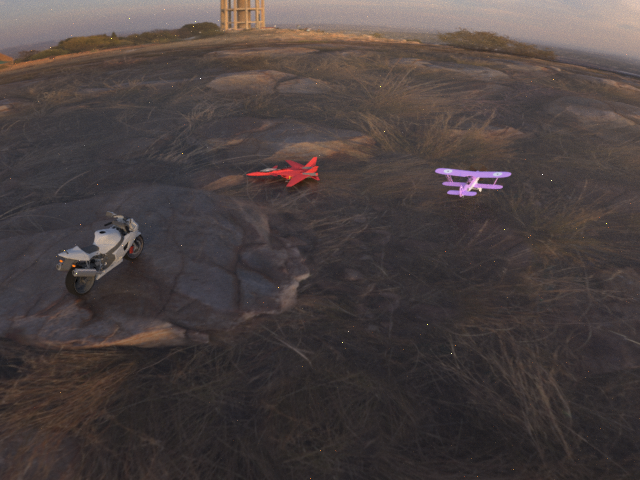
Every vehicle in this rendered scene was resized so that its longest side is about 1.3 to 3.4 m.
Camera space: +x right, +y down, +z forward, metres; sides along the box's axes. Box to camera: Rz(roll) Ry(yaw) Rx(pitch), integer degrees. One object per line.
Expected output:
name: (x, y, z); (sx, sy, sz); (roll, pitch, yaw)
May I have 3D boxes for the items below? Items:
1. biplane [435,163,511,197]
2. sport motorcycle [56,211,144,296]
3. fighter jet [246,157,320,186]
biplane: (2.594, -0.987, 12.229); (1.336, 0.504, 1.090); (15, 34, 24)
sport motorcycle: (-3.070, 0.168, 9.964); (0.506, 0.821, 1.520); (16, 34, 25)
fighter jet: (-0.697, -1.308, 12.986); (1.358, 0.286, 1.147); (-2, 31, -3)
